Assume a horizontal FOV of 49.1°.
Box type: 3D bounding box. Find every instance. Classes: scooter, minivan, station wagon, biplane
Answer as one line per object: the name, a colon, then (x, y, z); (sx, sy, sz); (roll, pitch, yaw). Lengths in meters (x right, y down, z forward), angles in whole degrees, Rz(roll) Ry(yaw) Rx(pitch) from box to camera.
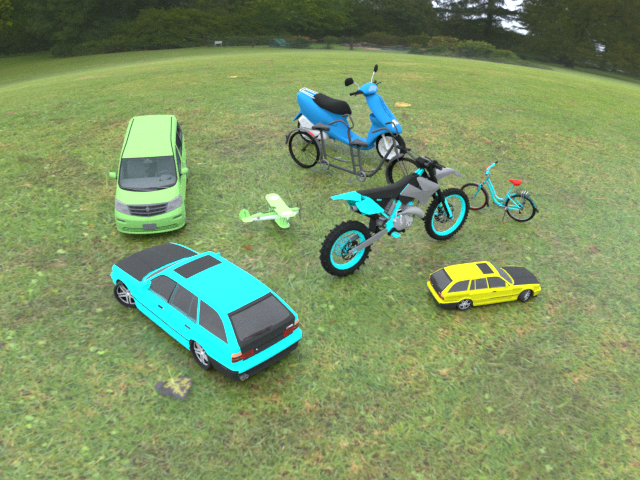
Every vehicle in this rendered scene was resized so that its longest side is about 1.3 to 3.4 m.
scooter: (0.578, -2.656, 14.470); (2.721, 1.786, 1.288); (18, 34, 28)
minivan: (-2.999, -1.222, 12.542); (1.324, 1.197, 3.011); (-4, 30, -7)
station wagon: (-1.647, 0.705, 9.429); (1.327, 0.920, 3.105); (-25, 38, -37)
biplane: (-0.834, -0.444, 11.873); (1.090, 0.504, 1.336); (-9, 31, -15)
station wagon: (2.378, 0.599, 10.068); (1.597, 0.473, 0.682); (-6, 30, -11)

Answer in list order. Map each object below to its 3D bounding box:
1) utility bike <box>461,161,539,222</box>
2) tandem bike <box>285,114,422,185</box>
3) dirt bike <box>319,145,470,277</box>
utility bike: (3.076, -0.806, 12.063); (1.435, 0.946, 0.535); (17, 34, 27)
tandem bike: (0.611, -1.723, 13.294); (3.192, 1.326, 0.550); (19, 35, 30)
dirt bike: (1.225, -0.473, 10.748); (2.903, 1.666, 1.024); (-18, 34, -28)
